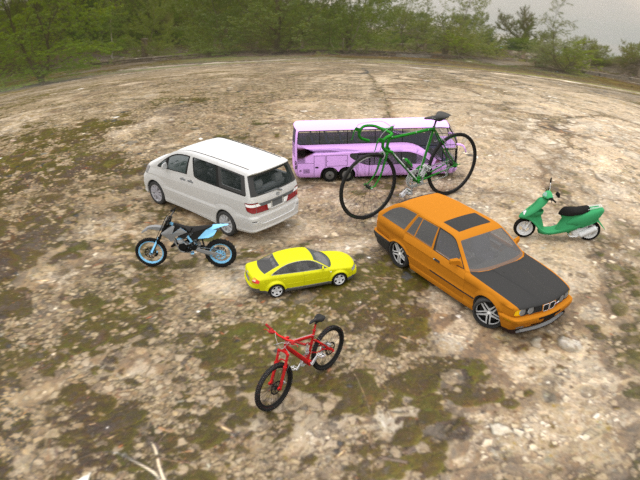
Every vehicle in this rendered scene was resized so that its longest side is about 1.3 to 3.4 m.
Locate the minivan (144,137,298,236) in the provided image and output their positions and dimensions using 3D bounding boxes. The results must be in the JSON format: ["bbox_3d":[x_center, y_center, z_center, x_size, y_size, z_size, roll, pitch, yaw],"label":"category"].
[{"bbox_3d":[-1.768,-1.057,11.866,3.011,1.197,1.324,23,35,36],"label":"minivan"}]

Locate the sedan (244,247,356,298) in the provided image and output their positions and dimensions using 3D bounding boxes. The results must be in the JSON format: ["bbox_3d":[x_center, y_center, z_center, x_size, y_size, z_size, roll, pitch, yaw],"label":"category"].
[{"bbox_3d":[-0.264,0.383,9.900,1.613,0.483,0.635,-9,29,-17],"label":"sedan"}]

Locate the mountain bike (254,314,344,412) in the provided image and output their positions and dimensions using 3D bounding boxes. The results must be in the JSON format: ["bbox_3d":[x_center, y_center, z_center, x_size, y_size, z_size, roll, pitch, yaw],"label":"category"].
[{"bbox_3d":[-0.204,1.282,7.782,0.573,0.868,1.469,21,35,35],"label":"mountain bike"}]

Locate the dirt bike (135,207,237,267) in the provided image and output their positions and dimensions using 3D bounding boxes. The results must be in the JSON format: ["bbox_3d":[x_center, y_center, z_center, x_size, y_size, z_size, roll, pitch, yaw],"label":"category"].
[{"bbox_3d":[-1.971,0.017,10.193,1.493,0.857,0.527,0,28,1],"label":"dirt bike"}]

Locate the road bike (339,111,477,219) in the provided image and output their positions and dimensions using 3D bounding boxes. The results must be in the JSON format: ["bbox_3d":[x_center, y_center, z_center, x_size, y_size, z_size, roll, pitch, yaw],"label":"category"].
[{"bbox_3d":[1.576,-1.333,11.897,3.004,1.656,0.697,-17,32,-29],"label":"road bike"}]

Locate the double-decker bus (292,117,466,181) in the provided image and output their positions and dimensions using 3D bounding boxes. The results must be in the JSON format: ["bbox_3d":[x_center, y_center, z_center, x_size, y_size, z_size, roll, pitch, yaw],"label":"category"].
[{"bbox_3d":[1.098,-1.748,13.332,3.251,1.052,0.756,-2,28,-4],"label":"double-decker bus"}]

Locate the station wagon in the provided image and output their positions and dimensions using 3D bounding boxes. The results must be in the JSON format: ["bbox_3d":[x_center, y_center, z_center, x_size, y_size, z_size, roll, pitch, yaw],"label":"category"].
[{"bbox_3d":[2.070,0.172,9.831,1.327,0.920,3.105,-16,32,-28],"label":"station wagon"}]

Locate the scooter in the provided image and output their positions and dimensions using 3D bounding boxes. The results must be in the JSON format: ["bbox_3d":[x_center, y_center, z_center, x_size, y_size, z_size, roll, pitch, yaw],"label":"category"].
[{"bbox_3d":[3.782,-0.433,10.980,1.399,0.919,0.662,3,28,5],"label":"scooter"}]
